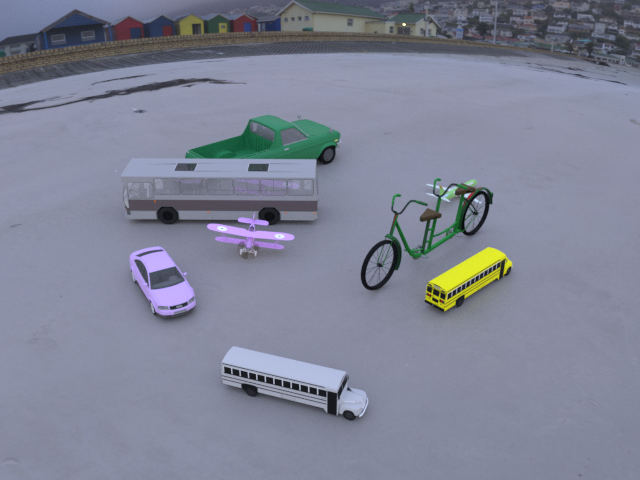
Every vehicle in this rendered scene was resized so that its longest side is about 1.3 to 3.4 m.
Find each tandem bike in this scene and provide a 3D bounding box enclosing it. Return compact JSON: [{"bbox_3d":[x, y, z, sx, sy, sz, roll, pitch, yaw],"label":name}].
[{"bbox_3d":[1.713,-0.285,10.545,3.192,1.326,0.550,-26,38,-38],"label":"tandem bike"}]

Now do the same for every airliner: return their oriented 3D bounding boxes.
[{"bbox_3d":[2.511,-0.979,12.717,1.161,0.429,1.307,24,37,37],"label":"airliner"}]

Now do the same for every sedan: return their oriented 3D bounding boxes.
[{"bbox_3d":[-2.253,0.534,9.938,0.635,0.483,1.613,-15,32,-25],"label":"sedan"}]

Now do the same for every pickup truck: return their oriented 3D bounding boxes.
[{"bbox_3d":[-1.045,-1.832,13.673,3.117,0.993,1.244,-23,36,-35],"label":"pickup truck"}]

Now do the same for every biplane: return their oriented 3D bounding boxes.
[{"bbox_3d":[-1.065,-0.079,11.019,1.336,0.504,1.090,0,29,0],"label":"biplane"}]

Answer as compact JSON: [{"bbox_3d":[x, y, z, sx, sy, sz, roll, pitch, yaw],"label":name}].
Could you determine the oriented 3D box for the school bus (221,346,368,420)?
[{"bbox_3d":[-0.290,1.628,8.017,1.708,0.434,0.365,10,30,17],"label":"school bus"}]

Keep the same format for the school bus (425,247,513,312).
[{"bbox_3d":[2.179,0.517,10.018,1.708,0.434,0.365,-25,37,-37],"label":"school bus"}]

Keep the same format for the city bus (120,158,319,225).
[{"bbox_3d":[-1.659,-0.832,11.974,3.255,0.894,0.926,0,29,1],"label":"city bus"}]
